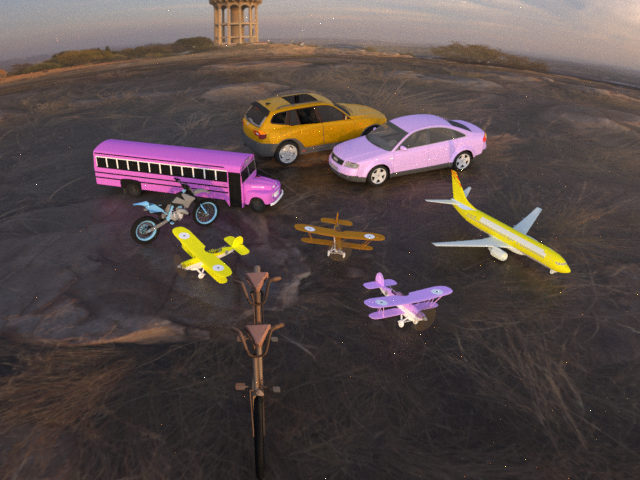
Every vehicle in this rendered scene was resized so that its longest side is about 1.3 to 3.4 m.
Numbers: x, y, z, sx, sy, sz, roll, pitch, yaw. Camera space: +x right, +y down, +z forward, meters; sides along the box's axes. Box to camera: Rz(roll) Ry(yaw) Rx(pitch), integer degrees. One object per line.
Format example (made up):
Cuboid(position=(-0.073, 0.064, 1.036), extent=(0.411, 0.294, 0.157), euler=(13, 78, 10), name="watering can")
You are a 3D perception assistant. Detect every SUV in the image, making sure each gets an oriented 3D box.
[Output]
Cuboid(position=(-0.073, -2.372, 14.122), extent=(3.058, 1.128, 1.276), euler=(-13, 31, -22), name="SUV")

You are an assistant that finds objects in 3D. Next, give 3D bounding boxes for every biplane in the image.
Cuboid(position=(1.039, 0.765, 8.952), extent=(1.336, 0.504, 1.090), euler=(-16, 32, -27), name="biplane")
Cuboid(position=(0.289, -0.067, 10.499), extent=(1.336, 0.504, 1.090), euler=(-1, 28, -1), name="biplane")
Cuboid(position=(-1.535, 0.230, 9.947), extent=(1.090, 0.504, 1.336), euler=(-22, 35, -34), name="biplane")

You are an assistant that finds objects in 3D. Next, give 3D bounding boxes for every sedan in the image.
Cuboid(position=(1.677, -1.808, 13.271), extent=(3.137, 0.940, 1.235), euler=(-12, 30, -21), name="sedan")

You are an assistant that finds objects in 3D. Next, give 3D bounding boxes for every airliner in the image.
Cuboid(position=(2.778, -0.274, 10.533), extent=(2.257, 0.835, 2.541), euler=(-17, 33, -29), name="airliner")

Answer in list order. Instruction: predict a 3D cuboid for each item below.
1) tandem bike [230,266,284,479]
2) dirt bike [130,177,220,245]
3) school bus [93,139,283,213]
Cuboid(position=(-0.668, 1.057, 7.545), extent=(0.550, 1.326, 3.192), euler=(-2, 28, -4), name="tandem bike")
Cuboid(position=(-2.248, -0.465, 10.866), extent=(1.493, 0.857, 0.527), euler=(-18, 33, -30), name="dirt bike")
Cuboid(position=(-2.276, -1.143, 12.139), extent=(3.322, 0.844, 0.709), euler=(8, 29, 14), name="school bus")
